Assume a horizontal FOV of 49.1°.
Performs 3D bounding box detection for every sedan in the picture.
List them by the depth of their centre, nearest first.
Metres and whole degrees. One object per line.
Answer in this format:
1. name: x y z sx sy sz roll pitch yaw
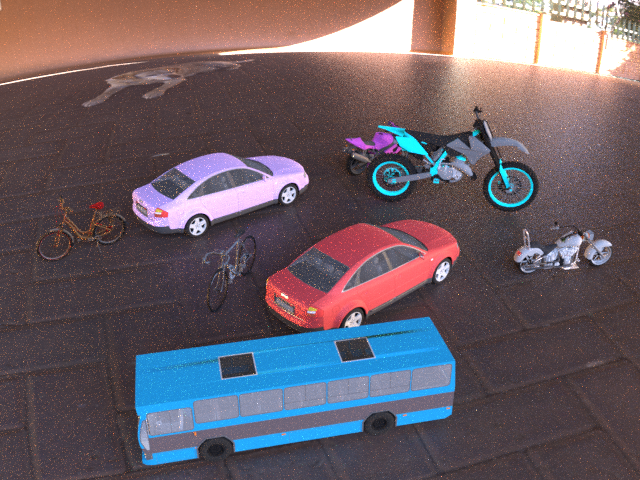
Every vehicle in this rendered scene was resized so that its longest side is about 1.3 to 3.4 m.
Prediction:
1. sedan: 0.681 0.311 9.605 3.137 0.940 1.235 -24 38 -36
2. sedan: -1.602 -0.942 11.795 3.137 0.940 1.235 -21 36 -33

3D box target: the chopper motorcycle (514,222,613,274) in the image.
1. chopper motorcycle: 3.561 0.103 10.148 1.563 0.761 0.466 -7 30 -12

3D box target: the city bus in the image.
1. city bus: -0.253 1.593 7.410 3.255 0.894 0.926 -6 30 -11

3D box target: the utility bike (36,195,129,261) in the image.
1. utility bike: -3.547 -0.199 10.491 1.435 0.946 0.535 -20 35 -30

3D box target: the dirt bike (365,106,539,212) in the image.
1. dirt bike: 2.214 -1.312 11.711 2.903 1.666 1.024 6 30 10

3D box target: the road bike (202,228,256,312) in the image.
1. road bike: -1.204 0.337 9.648 0.358 0.852 1.545 10 31 17

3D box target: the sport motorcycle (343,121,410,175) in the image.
1. sport motorcycle: 1.114 -1.722 13.279 1.520 0.821 0.506 -16 34 -26
